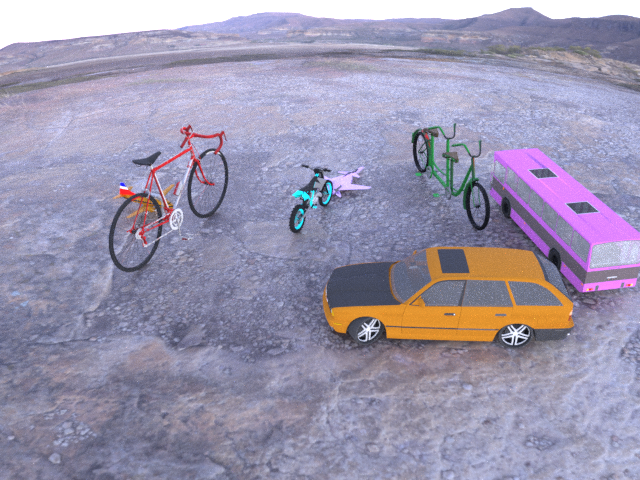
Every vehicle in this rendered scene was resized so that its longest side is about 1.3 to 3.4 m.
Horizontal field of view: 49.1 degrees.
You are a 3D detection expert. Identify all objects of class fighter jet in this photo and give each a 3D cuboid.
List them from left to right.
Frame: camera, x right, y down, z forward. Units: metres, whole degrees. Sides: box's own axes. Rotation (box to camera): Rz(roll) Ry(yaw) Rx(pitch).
[{"bbox_3d":[0.470,-1.186,12.808,1.147,0.286,1.358,17,34,28],"label":"fighter jet"}]

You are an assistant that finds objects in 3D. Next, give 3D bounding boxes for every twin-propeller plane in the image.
[{"bbox_3d":[-2.938,-0.715,11.852,1.095,0.407,1.370,11,31,19],"label":"twin-propeller plane"}]

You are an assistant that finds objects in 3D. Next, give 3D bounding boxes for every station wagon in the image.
[{"bbox_3d":[1.586,0.644,8.931,3.105,0.920,1.327,1,30,2],"label":"station wagon"}]

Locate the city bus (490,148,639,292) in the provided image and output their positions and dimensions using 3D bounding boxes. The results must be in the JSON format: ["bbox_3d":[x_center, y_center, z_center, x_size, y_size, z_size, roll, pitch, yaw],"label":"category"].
[{"bbox_3d":[3.633,-0.377,10.761,0.926,0.894,3.255,-5,30,-9],"label":"city bus"}]

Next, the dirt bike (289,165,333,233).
[{"bbox_3d":[-0.134,-0.737,11.434,0.527,0.857,1.493,14,32,23],"label":"dirt bike"}]

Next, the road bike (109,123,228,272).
[{"bbox_3d":[-2.219,-0.729,10.611,0.696,1.656,3.004,13,32,22],"label":"road bike"}]

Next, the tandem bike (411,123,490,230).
[{"bbox_3d":[2.201,-1.344,12.032,0.550,1.326,3.192,-7,30,-13],"label":"tandem bike"}]
